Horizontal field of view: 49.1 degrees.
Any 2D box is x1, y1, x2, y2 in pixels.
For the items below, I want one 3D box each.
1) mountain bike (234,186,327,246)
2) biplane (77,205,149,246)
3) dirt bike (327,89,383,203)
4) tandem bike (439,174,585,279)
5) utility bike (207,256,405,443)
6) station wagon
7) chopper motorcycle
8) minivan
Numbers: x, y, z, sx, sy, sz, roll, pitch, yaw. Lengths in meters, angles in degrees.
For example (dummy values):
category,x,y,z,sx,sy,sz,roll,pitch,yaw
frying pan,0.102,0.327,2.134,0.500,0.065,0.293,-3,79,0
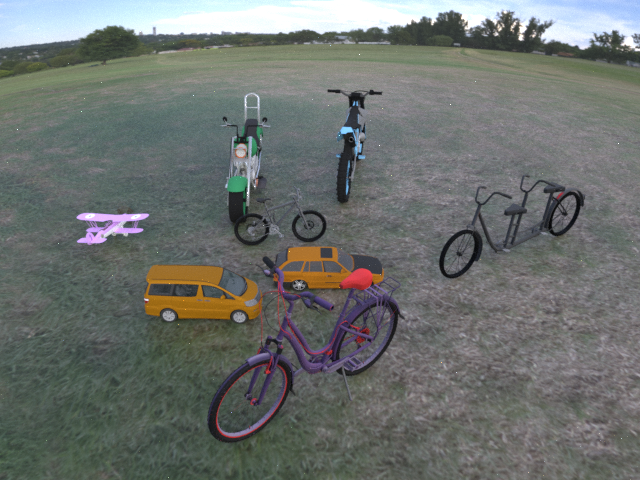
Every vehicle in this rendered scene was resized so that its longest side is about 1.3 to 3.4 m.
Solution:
category,x,y,z,sx,sy,sz,roll,pitch,yaw
mountain bike,-0.623,-0.328,11.022,1.469,0.868,0.573,-3,28,-6
biplane,-3.379,-0.179,11.130,1.336,0.504,1.090,10,30,17
dirt bike,0.595,-1.914,13.131,1.024,1.666,2.903,5,29,9
tandem bike,3.010,-0.355,10.590,3.192,1.326,0.550,-18,33,-30
utility bike,0.024,1.054,7.424,2.791,1.839,1.039,-22,35,-35
station wagon,0.128,0.385,10.111,1.597,0.473,0.682,0,28,0
chopper motorcycle,-1.349,-1.535,12.622,0.906,1.480,3.040,1,28,1
minivan,-1.551,0.698,9.379,1.548,0.616,0.681,1,28,2
